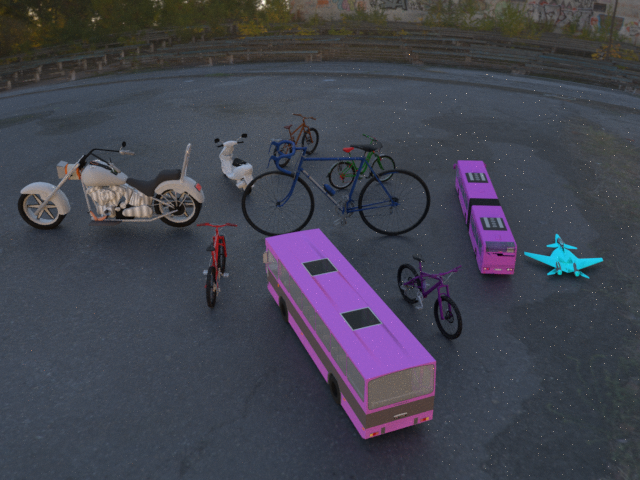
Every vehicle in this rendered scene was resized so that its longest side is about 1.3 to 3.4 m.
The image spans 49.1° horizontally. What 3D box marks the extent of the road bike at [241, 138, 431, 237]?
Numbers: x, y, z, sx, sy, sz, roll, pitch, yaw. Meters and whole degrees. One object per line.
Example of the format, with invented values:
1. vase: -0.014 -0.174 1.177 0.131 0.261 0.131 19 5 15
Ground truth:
1. road bike: 0.259 -0.794 11.000 3.004 1.656 0.696 -1 28 -2

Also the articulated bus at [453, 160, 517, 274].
1. articulated bus: 2.680 -0.477 11.573 0.605 0.561 3.401 2 28 3

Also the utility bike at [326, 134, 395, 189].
1. utility bike: 0.749 -1.471 13.048 1.435 0.946 0.535 -11 30 -19

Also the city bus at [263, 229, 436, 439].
1. city bus: 0.220 0.988 8.434 0.926 0.894 3.255 -11 30 -19

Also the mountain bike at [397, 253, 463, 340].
1. mountain bike: 1.409 0.651 9.102 0.573 0.868 1.469 -13 30 -22

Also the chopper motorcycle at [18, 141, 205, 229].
1. chopper motorcycle: -3.404 -0.864 11.322 3.040 1.480 0.906 1 28 1

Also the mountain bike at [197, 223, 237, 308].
1. mountain bike: -1.453 0.286 9.794 0.573 0.868 1.469 1 28 1

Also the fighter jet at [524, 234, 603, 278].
1. fighter jet: 3.715 0.138 10.699 1.147 0.286 1.358 4 28 8

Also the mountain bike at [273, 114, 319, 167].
1. mountain bike: -0.469 -2.027 14.187 0.573 0.868 1.469 19 33 31

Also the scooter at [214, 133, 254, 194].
1. scooter: -1.573 -1.451 13.040 0.662 0.919 1.399 -15 31 -26
